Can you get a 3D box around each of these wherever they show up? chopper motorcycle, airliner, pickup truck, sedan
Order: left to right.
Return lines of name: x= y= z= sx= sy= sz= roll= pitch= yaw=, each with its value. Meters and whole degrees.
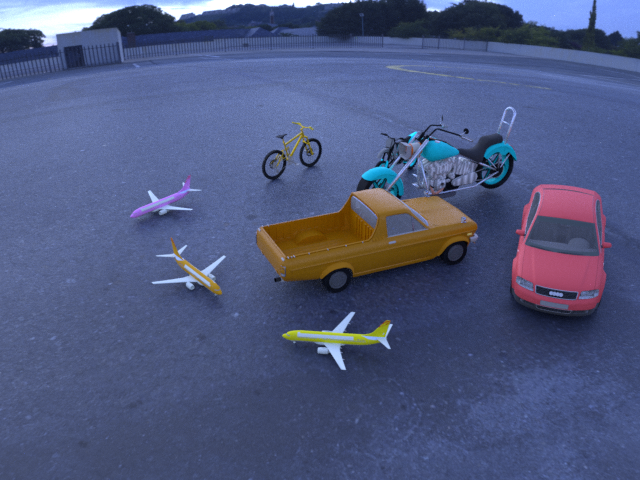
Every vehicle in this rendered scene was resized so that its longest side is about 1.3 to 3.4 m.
airliner: x=-2.630 y=-0.708 z=11.675 sx=1.161 sy=0.429 sz=1.307 roll=22 pitch=35 yaw=36
airliner: x=-1.720 y=0.374 z=9.624 sx=1.161 sy=0.429 sz=1.307 roll=-21 pitch=35 yaw=-35
airliner: x=0.194 y=1.084 z=8.280 sx=1.307 sy=0.429 sz=1.161 roll=4 pitch=28 yaw=7
pickup truck: x=0.695 y=-0.115 z=9.948 sx=3.117 sy=0.993 sz=1.244 roll=-12 pitch=30 yaw=-21
chopper motorcycle: x=2.019 y=-1.340 z=11.748 sx=3.040 sy=1.480 sz=0.906 roll=-12 pitch=30 yaw=-21
sedan: x=3.413 y=-0.043 z=9.869 sx=1.235 sy=0.940 sz=3.137 roll=9 pitch=29 yaw=17

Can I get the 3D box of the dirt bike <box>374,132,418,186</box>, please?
dirt bike: x=1.413 y=-1.546 z=12.806 sx=0.527 sy=0.857 sz=1.493 roll=20 pitch=34 yaw=33

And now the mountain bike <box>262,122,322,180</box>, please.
mountain bike: x=-0.504 y=-1.657 z=13.005 sx=1.469 sy=0.868 sz=0.573 roll=-24 pitch=36 yaw=-38
